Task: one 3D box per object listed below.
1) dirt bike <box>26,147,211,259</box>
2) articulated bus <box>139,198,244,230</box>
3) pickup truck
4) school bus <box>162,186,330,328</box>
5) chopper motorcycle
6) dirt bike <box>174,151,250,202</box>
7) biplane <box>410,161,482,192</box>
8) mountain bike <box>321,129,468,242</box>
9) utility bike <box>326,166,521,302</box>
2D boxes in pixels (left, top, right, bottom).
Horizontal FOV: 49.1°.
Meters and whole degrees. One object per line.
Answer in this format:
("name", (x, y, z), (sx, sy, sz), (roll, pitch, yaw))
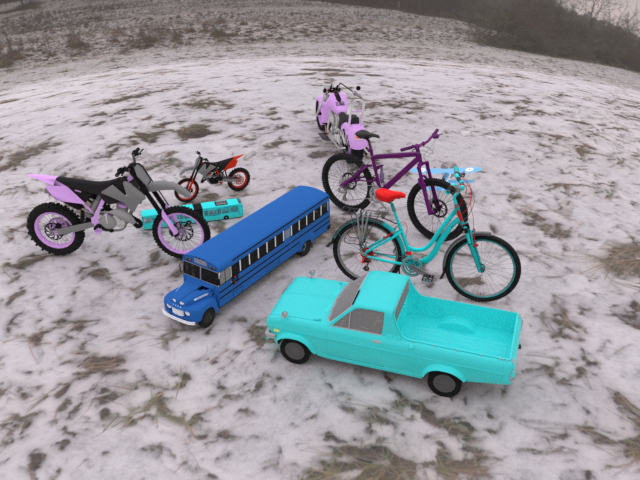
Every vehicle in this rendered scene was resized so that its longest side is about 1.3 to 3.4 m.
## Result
("dirt bike", (-3.131, -0.474, 10.706), (2.903, 1.666, 1.024), (2, 29, 4))
("articulated bus", (-2.209, -0.455, 12.097), (1.749, 0.289, 0.311), (-8, 30, -15))
("pickup truck", (0.905, 1.025, 8.689), (3.117, 0.993, 1.244), (9, 30, 16))
("school bus", (-1.009, 0.164, 10.402), (0.709, 0.844, 3.322), (18, 33, 29))
("chopper motorcycle", (0.395, -2.686, 14.904), (0.906, 1.480, 3.040), (-7, 30, -13))
("dirt bike", (-1.970, -1.187, 12.834), (1.493, 0.857, 0.527), (-15, 32, -26))
("biplane", (2.299, -1.120, 13.078), (1.336, 0.504, 1.090), (10, 30, 17))
("mountain bike", (1.180, -1.001, 11.639), (2.857, 1.688, 1.114), (20, 35, 32))
("utility bike", (1.456, -0.115, 9.878), (2.791, 1.839, 1.039), (8, 30, 14))
